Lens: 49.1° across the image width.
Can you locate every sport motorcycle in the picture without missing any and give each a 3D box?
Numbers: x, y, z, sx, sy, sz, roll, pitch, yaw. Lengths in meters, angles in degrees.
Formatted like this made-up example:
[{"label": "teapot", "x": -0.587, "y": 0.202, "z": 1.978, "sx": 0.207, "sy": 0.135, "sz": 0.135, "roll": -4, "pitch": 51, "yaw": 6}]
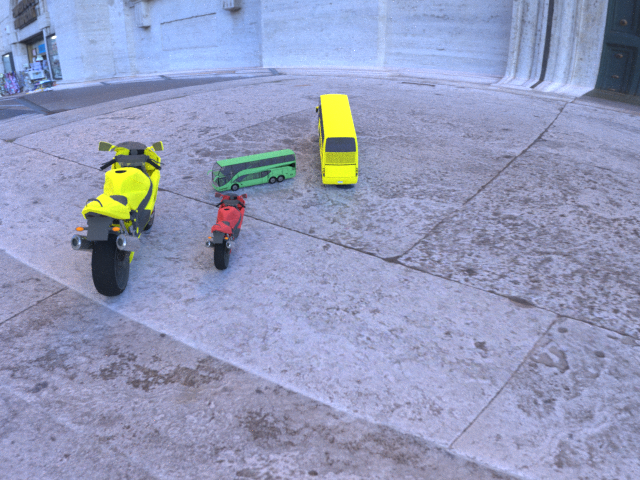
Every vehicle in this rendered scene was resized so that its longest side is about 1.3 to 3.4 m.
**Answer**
[{"label": "sport motorcycle", "x": -1.399, "y": -0.176, "z": 10.601, "sx": 0.506, "sy": 0.821, "sz": 1.520, "roll": 2, "pitch": 27, "yaw": 4}, {"label": "sport motorcycle", "x": -2.852, "y": -0.428, "z": 10.243, "sx": 0.983, "sy": 1.596, "sz": 2.955, "roll": 0, "pitch": 27, "yaw": 0}]

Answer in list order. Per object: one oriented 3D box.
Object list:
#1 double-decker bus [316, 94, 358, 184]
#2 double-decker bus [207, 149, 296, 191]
[{"label": "double-decker bus", "x": 0.327, "y": -2.113, "z": 14.137, "sx": 0.756, "sy": 1.052, "sz": 3.251, "roll": -1, "pitch": 27, "yaw": -1}, {"label": "double-decker bus", "x": -1.253, "y": -1.301, "z": 13.111, "sx": 1.672, "sy": 0.541, "sz": 0.389, "roll": -13, "pitch": 30, "yaw": -24}]
